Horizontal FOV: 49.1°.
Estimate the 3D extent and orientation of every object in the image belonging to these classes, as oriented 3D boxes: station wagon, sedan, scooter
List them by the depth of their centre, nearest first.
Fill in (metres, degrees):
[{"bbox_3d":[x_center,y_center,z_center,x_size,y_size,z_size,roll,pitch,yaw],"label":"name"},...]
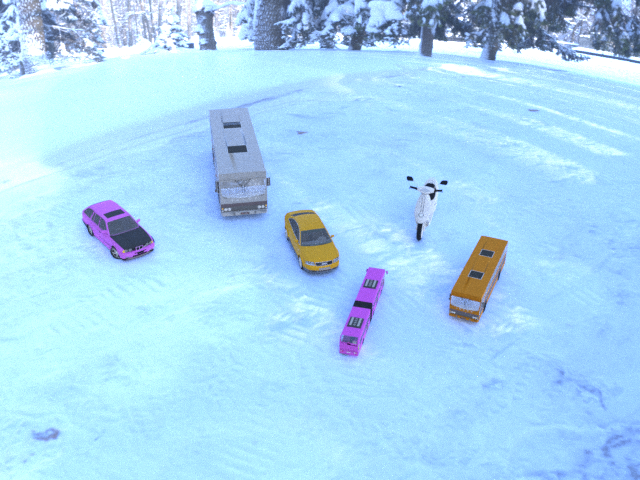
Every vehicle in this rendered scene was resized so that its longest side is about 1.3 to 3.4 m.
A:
[{"bbox_3d":[-0.140,-0.046,10.889,0.635,0.483,1.613,-8,31,-13],"label":"sedan"},{"bbox_3d":[-3.238,-0.205,11.177,0.682,0.473,1.597,-22,36,-33],"label":"station wagon"},{"bbox_3d":[1.755,-0.662,11.529,0.662,0.919,1.399,8,31,14],"label":"scooter"}]

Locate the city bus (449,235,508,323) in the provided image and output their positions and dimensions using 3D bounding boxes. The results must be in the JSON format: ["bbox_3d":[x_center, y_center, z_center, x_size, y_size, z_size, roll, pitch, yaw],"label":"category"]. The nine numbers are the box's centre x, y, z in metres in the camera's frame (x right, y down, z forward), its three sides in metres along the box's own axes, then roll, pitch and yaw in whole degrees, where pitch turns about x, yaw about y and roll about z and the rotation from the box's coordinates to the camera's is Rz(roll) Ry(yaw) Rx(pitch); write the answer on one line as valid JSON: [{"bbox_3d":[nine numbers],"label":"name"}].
[{"bbox_3d":[2.256,0.534,9.894,0.476,0.460,1.674,13,32,22],"label":"city bus"}]

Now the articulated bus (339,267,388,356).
[{"bbox_3d":[0.591,0.919,9.392,0.311,0.289,1.749,8,31,14],"label":"articulated bus"}]

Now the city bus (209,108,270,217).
[{"bbox_3d":[-1.563,-1.497,13.016,0.926,0.894,3.255,-5,30,-9],"label":"city bus"}]
